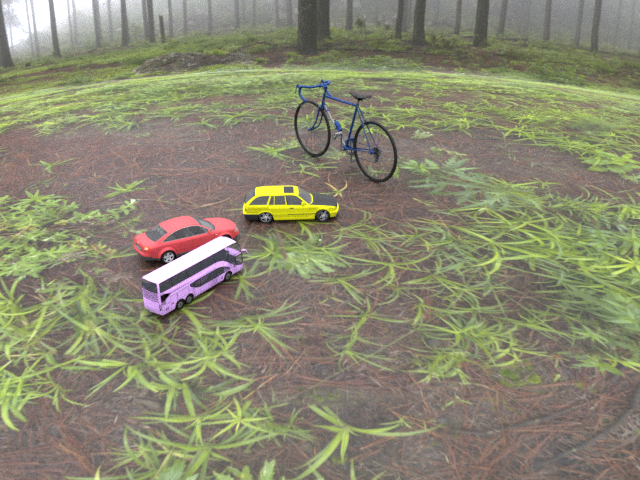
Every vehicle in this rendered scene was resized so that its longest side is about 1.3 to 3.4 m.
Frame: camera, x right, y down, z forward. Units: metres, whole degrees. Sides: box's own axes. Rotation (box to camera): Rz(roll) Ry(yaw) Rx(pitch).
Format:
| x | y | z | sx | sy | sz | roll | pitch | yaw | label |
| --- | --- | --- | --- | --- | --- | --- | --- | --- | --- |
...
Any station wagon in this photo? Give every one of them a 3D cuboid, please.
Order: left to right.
| x | y | z | sx | sy | sz | roll | pitch | yaw | label |
| --- | --- | --- | --- | --- | --- | --- | --- | --- | --- |
| -0.485 | -0.630 | 11.706 | 1.597 | 0.473 | 0.682 | -2 | 26 | -3 | station wagon |

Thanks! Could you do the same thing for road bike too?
| x | y | z | sx | sy | sz | roll | pitch | yaw | label |
| --- | --- | --- | --- | --- | --- | --- | --- | --- | --- |
| 0.425 | -2.166 | 13.477 | 0.696 | 1.656 | 3.004 | -20 | 33 | -35 | road bike |

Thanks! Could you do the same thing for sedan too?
| x | y | z | sx | sy | sz | roll | pitch | yaw | label |
| --- | --- | --- | --- | --- | --- | --- | --- | --- | --- |
| -2.003 | -0.089 | 10.604 | 1.613 | 0.483 | 0.635 | -17 | 31 | -30 | sedan |

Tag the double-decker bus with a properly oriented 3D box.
| x | y | z | sx | sy | sz | roll | pitch | yaw | label |
| --- | --- | --- | --- | --- | --- | --- | --- | --- | --- |
| -1.669 | 0.444 | 9.461 | 0.389 | 0.541 | 1.672 | 17 | 31 | 31 | double-decker bus |
